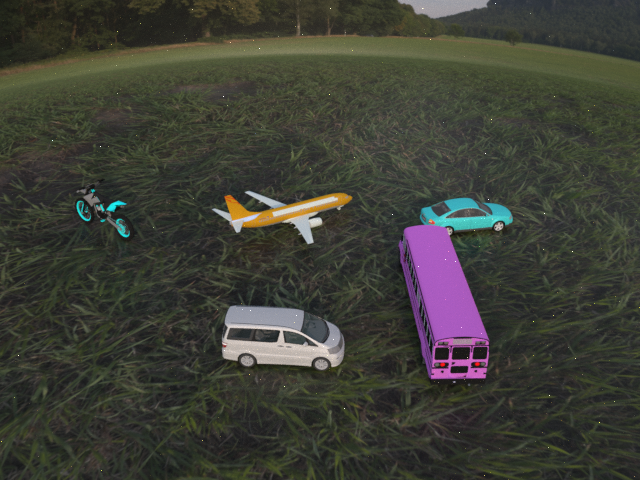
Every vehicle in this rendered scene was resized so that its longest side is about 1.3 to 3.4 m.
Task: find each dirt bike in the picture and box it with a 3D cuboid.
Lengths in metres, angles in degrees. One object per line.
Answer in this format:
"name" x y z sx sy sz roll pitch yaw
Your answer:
"dirt bike" -3.675 -0.523 11.782 1.493 0.857 0.527 20 35 31

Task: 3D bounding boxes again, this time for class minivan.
"minivan" -0.461 1.222 8.917 1.548 0.616 0.681 2 29 4

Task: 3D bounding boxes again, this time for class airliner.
"airliner" -0.496 -0.653 12.037 2.541 0.835 2.257 -17 33 -27

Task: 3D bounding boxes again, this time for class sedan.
"sedan" 2.527 -0.443 12.021 1.613 0.483 0.635 -6 30 -10

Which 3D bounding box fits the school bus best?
"school bus" 1.601 0.684 9.643 0.709 0.844 3.322 -1 29 -1
